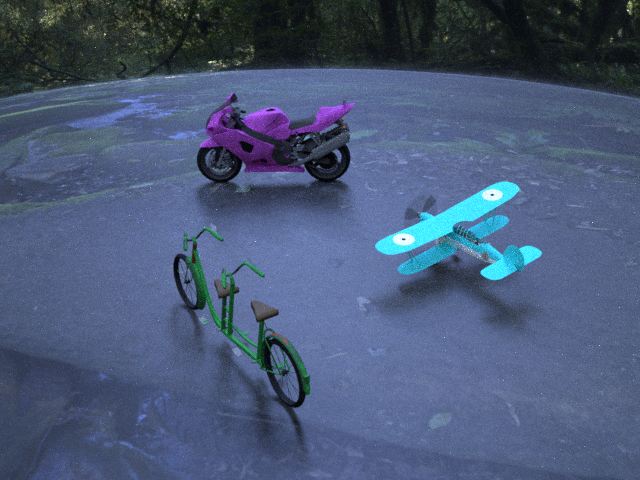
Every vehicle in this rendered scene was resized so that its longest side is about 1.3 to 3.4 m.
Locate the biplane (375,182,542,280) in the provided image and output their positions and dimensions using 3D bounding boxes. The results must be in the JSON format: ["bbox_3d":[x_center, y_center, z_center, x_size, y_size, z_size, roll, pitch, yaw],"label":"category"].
[{"bbox_3d":[2.057,0.022,9.988,2.598,0.981,2.120,-17,31,-30],"label":"biplane"}]

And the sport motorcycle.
[{"bbox_3d":[-0.836,-1.841,13.029,2.955,1.596,0.983,-1,27,-2],"label":"sport motorcycle"}]

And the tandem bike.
[{"bbox_3d":[-1.038,0.751,8.142,0.550,1.326,3.192,-17,31,-31],"label":"tandem bike"}]
